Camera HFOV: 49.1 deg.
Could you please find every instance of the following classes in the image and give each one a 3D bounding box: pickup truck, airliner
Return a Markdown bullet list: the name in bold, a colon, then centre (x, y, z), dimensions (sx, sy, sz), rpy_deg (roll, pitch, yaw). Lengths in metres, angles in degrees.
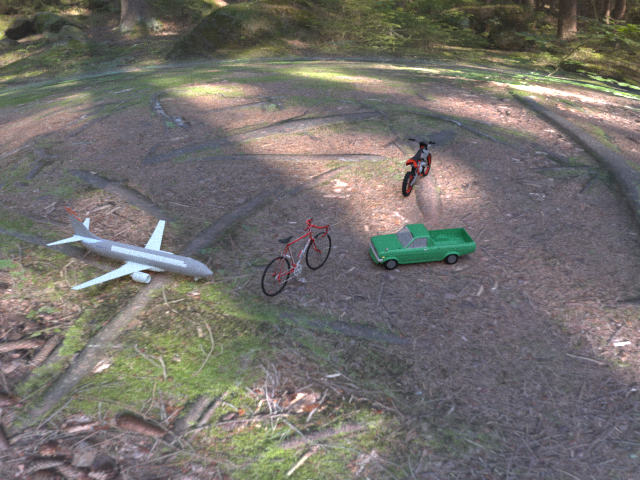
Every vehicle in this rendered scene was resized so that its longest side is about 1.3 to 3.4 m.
- **pickup truck**: centre (1.578, 0.050, 10.818), dimensions (1.603, 0.511, 0.640), rpy_deg (-5, 29, -9)
- **airliner**: centre (-2.737, 0.067, 10.444), dimensions (2.541, 0.835, 2.257), rpy_deg (10, 30, 19)

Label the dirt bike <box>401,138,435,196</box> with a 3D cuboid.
- **dirt bike**: centre (1.839, -1.423, 13.181), dimensions (0.527, 0.857, 1.493), rpy_deg (13, 31, 23)

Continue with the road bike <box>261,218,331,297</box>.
- **road bike**: centre (-0.319, 0.229, 10.128), dimensions (0.358, 0.852, 1.545), rpy_deg (21, 35, 34)
